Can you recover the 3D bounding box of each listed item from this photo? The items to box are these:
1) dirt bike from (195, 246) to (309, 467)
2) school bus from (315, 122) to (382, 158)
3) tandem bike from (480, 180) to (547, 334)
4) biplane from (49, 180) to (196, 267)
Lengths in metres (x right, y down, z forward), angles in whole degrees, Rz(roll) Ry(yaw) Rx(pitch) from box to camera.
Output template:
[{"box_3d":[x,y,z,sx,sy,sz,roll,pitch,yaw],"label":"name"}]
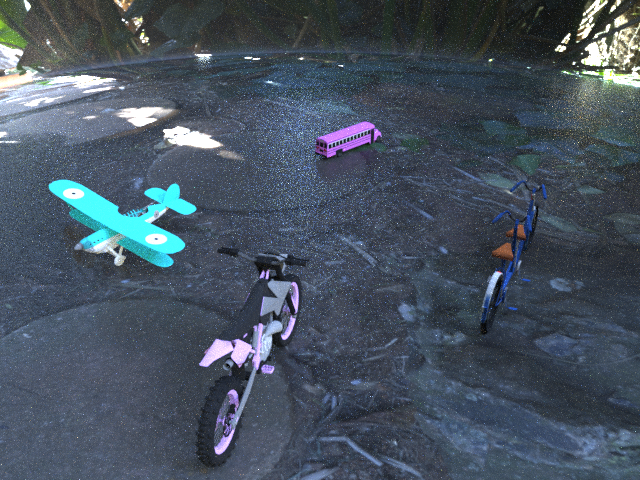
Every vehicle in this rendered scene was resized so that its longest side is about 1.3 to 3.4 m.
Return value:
[{"box_3d":[-0.715,1.017,7.691,1.024,1.666,2.903,8,30,15],"label":"dirt bike"},{"box_3d":[0.629,-2.104,14.566,1.708,0.434,0.365,-25,38,-38],"label":"school bus"},{"box_3d":[2.695,0.091,9.705,0.550,1.326,3.192,14,32,23],"label":"tandem bike"},{"box_3d":[-2.856,-0.258,10.687,2.598,0.981,2.120,18,34,29],"label":"biplane"}]
